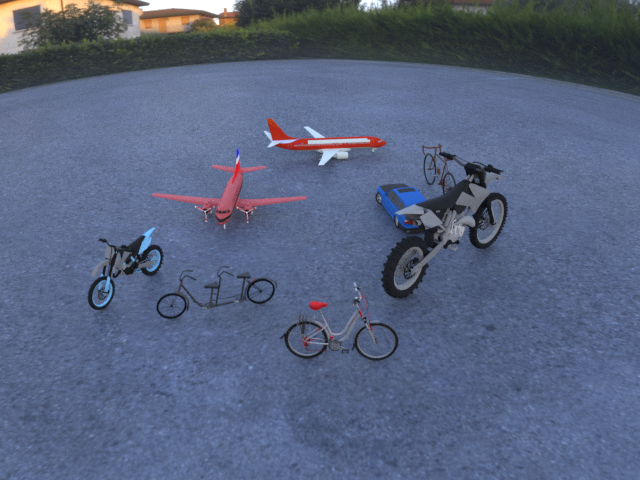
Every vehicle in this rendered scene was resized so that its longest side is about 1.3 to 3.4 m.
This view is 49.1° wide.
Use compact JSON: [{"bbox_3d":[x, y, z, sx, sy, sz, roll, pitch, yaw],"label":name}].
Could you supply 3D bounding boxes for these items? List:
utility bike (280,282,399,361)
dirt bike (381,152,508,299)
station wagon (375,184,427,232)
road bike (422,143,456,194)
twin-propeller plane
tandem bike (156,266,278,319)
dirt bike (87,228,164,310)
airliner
[{"bbox_3d":[0.233,1.008,8.421,1.435,0.946,0.535,1,28,3],"label":"utility bike"},{"bbox_3d":[1.891,-0.293,10.082,2.903,1.666,1.024,-25,37,-38],"label":"dirt bike"},{"bbox_3d":[1.459,-0.657,12.019,0.682,0.473,1.597,-7,29,-12],"label":"station wagon"},{"bbox_3d":[2.170,-1.224,12.674,0.358,0.852,1.545,-6,29,-12],"label":"road bike"},{"bbox_3d":[-1.543,-0.891,12.118,2.663,0.792,2.129,1,28,3],"label":"twin-propeller plane"},{"bbox_3d":[-1.365,0.662,9.343,1.642,0.682,0.283,-9,29,-16],"label":"tandem bike"},{"bbox_3d":[-2.701,0.340,9.758,0.527,0.857,1.493,14,31,25],"label":"dirt bike"},{"bbox_3d":[0.139,-2.154,14.423,2.541,0.835,2.257,-4,29,-7],"label":"airliner"}]
